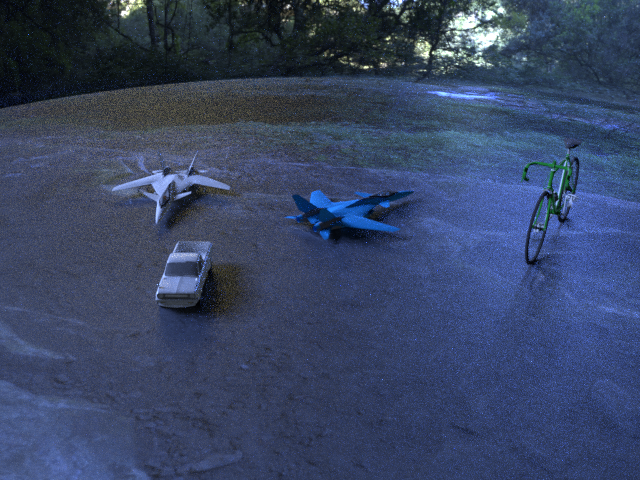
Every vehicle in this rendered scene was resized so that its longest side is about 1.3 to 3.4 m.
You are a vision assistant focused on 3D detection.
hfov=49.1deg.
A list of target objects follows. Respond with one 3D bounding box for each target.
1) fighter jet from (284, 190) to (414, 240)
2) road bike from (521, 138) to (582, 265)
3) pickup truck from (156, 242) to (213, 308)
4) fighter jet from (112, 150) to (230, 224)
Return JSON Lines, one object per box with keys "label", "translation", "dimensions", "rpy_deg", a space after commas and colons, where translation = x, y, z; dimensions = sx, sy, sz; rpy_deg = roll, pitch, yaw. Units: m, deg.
{"label": "fighter jet", "translation": [0.763, -0.721, 12.529], "dimensions": [2.640, 0.557, 2.229], "rpy_deg": [-19, 32, -34]}
{"label": "road bike", "translation": [3.827, -0.746, 11.327], "dimensions": [0.696, 1.656, 3.004], "rpy_deg": [15, 30, 28]}
{"label": "pickup truck", "translation": [-1.953, 0.428, 10.225], "dimensions": [0.640, 0.511, 1.603], "rpy_deg": [0, 26, 0]}
{"label": "fighter jet", "translation": [-2.831, -1.015, 13.131], "dimensions": [2.229, 0.557, 2.640], "rpy_deg": [-1, 26, -1]}
